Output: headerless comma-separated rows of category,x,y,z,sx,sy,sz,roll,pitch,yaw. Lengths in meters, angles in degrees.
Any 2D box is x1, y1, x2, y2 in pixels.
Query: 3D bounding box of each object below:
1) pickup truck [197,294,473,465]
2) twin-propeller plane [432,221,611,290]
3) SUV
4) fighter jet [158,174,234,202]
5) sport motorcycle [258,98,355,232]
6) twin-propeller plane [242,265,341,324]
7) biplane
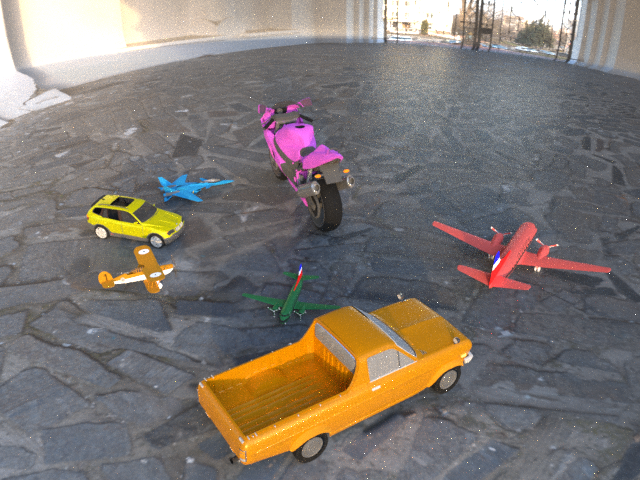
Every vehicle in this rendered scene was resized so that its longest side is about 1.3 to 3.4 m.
pickup truck,0.238,1.422,7.818,3.117,0.993,1.244,-18,36,-28
twin-propeller plane,2.815,0.113,10.185,2.663,0.792,2.129,17,35,26
SUV,-2.939,-0.339,11.138,1.572,0.580,0.656,9,32,14
fighter jet,-2.193,-1.024,12.560,1.358,0.286,1.147,-12,33,-19
sport motorcycle,-0.310,-1.335,11.808,0.983,1.596,2.955,-12,33,-20
twin-propeller plane,-0.373,0.747,9.506,1.370,0.407,1.095,7,32,11
biplane,-2.555,0.474,9.864,1.090,0.504,1.336,-13,33,-20
